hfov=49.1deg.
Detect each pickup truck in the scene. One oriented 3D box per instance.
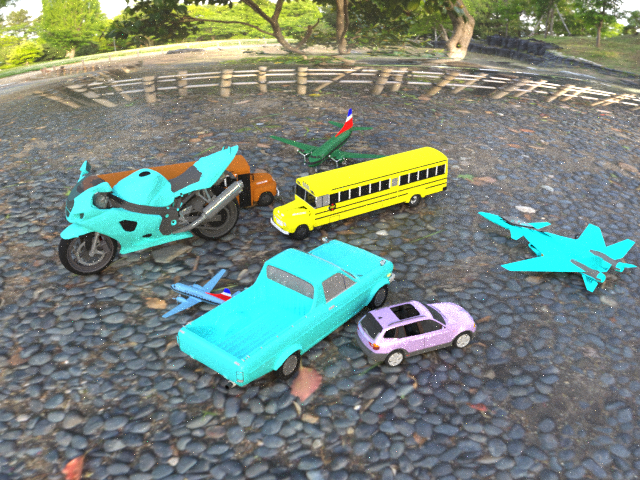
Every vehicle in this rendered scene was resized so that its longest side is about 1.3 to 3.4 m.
[{"bbox_3d":[-0.323,0.769,9.021,1.244,0.993,3.117,22,36,34],"label":"pickup truck"}]

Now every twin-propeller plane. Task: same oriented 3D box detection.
[{"bbox_3d":[-1.650,0.722,9.704,1.095,0.407,1.370,15,33,25],"label":"twin-propeller plane"},{"bbox_3d":[0.251,-2.017,14.197,2.663,0.792,2.129,13,32,22],"label":"twin-propeller plane"}]

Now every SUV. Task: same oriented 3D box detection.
[{"bbox_3d":[1.228,1.091,8.870,1.572,0.580,0.656,-11,31,-19],"label":"SUV"}]

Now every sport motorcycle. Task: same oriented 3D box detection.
[{"bbox_3d":[-2.527,-0.475,10.624,2.955,1.596,0.983,-18,34,-28],"label":"sport motorcycle"}]

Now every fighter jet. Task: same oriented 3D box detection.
[{"bbox_3d":[3.515,-0.108,11.032,2.229,0.557,2.640,-20,35,-32],"label":"fighter jet"}]

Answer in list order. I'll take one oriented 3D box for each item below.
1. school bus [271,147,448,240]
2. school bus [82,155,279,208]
[{"bbox_3d":[0.710,-0.846,12.055,3.322,0.844,0.709,-17,33,-27],"label":"school bus"},{"bbox_3d":[-2.347,-0.867,12.092,3.322,0.844,0.709,-11,31,-19],"label":"school bus"}]
